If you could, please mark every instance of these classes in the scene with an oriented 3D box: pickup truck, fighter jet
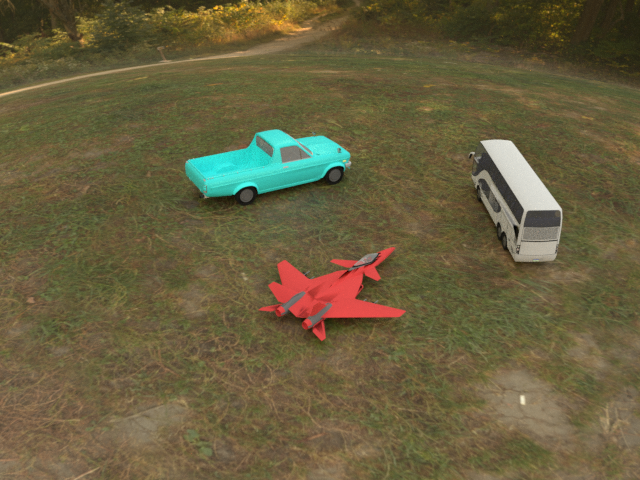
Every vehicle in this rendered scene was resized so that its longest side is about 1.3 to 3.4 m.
[{"bbox_3d":[-0.959,-1.495,13.382,3.117,0.993,1.244,-15,33,-25],"label":"pickup truck"},{"bbox_3d":[0.393,0.485,10.333,2.229,0.557,2.640,21,36,33],"label":"fighter jet"}]

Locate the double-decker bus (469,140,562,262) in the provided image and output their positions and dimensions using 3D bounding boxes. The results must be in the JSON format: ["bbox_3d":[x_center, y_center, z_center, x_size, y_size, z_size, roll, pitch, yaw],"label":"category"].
[{"bbox_3d":[3.295,-0.790,12.079,0.756,1.052,3.251,-1,30,-2],"label":"double-decker bus"}]
